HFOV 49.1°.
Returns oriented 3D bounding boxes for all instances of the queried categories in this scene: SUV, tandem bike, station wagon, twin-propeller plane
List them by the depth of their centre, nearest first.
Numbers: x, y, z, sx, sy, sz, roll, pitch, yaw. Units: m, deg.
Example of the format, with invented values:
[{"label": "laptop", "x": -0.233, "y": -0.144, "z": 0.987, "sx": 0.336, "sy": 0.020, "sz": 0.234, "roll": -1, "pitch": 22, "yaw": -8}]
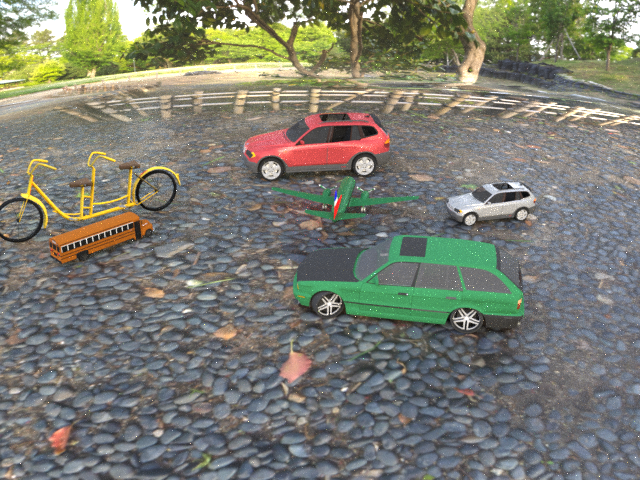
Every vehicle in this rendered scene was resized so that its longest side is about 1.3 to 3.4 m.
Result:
[{"label": "station wagon", "x": 1.178, "y": 0.481, "z": 9.510, "sx": 3.105, "sy": 0.920, "sz": 1.327, "roll": 5, "pitch": 26, "yaw": 10}, {"label": "tandem bike", "x": -3.859, "y": -0.850, "z": 11.790, "sx": 3.192, "sy": 1.326, "sz": 0.550, "roll": -16, "pitch": 30, "yaw": -30}, {"label": "SUV", "x": 3.001, "y": -0.672, "z": 12.277, "sx": 1.572, "sy": 0.580, "sz": 0.656, "roll": -6, "pitch": 26, "yaw": -12}, {"label": "twin-propeller plane", "x": 0.401, "y": -0.815, "z": 12.330, "sx": 2.663, "sy": 0.792, "sz": 2.129, "roll": 4, "pitch": 26, "yaw": 9}, {"label": "SUV", "x": -0.059, "y": -1.980, "z": 14.347, "sx": 3.058, "sy": 1.128, "sz": 1.276, "roll": -3, "pitch": 26, "yaw": -7}]

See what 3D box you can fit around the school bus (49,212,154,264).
[{"label": "school bus", "x": -3.449, "y": -0.070, "z": 11.204, "sx": 0.365, "sy": 0.434, "sz": 1.708, "roll": 23, "pitch": 34, "yaw": 38}]
